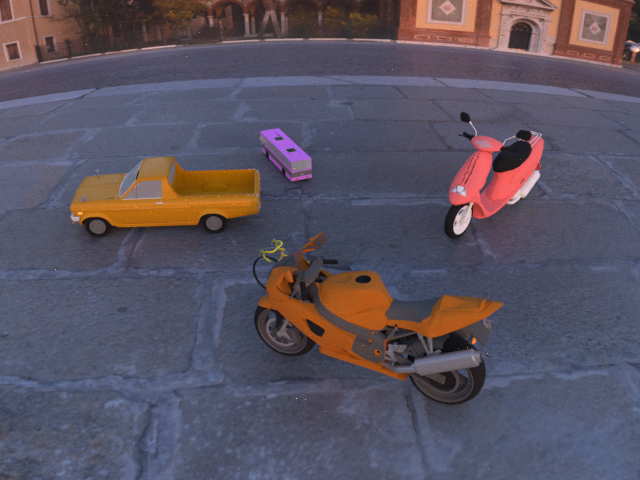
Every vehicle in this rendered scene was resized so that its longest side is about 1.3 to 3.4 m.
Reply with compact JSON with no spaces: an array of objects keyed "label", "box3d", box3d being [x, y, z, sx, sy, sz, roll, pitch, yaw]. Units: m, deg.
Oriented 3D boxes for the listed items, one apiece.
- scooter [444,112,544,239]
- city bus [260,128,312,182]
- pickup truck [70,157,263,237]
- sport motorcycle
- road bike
[{"label":"scooter","box3d":[2.941,-1.194,11.545,1.288,1.786,2.721,27,40,37]},{"label":"city bus","box3d":[-0.679,-1.651,13.622,0.476,0.460,1.674,-13,33,-21]},{"label":"pickup truck","box3d":[-2.522,-0.795,11.651,3.117,0.993,1.244,-2,31,-3]},{"label":"sport motorcycle","box3d":[0.540,0.960,8.091,2.955,1.596,0.983,13,33,20]},{"label":"road bike","box3d":[-0.278,0.495,9.609,1.545,0.852,0.358,15,34,24]}]
